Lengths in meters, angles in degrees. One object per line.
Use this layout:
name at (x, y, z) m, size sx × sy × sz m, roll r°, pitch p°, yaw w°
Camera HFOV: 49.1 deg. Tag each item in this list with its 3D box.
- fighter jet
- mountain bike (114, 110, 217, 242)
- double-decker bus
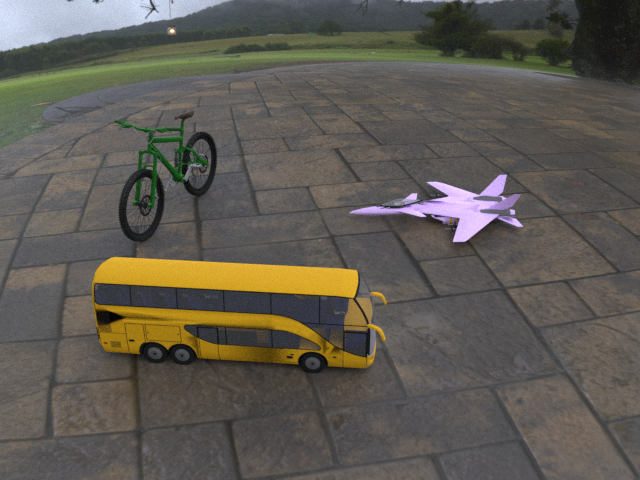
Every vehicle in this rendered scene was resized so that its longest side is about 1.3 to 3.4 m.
fighter jet at (1.790, -0.612, 11.158) m, size 2.640 × 0.557 × 2.229 m, roll -1°, pitch 28°, yaw -2°
mountain bike at (-2.343, -1.169, 11.003) m, size 1.114 × 1.688 × 2.857 m, roll 9°, pitch 29°, yaw 17°
double-decker bus at (-0.887, 0.828, 7.895) m, size 3.251 × 1.052 × 0.756 m, roll 3°, pitch 28°, yaw 5°
